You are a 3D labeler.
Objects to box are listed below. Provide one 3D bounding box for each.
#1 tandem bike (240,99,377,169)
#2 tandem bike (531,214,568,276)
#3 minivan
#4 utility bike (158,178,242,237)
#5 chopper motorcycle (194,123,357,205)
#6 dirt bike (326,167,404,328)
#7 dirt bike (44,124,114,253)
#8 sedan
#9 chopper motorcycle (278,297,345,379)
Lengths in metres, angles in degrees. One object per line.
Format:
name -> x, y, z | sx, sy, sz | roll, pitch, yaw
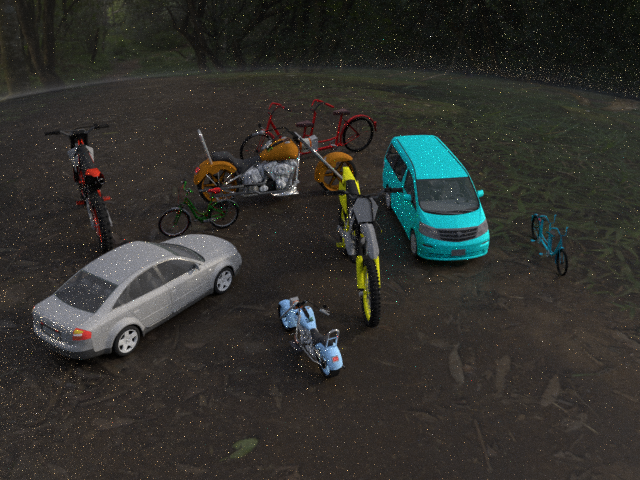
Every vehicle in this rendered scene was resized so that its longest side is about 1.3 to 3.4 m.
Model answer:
tandem bike -> -0.188, -2.292, 14.598 | 3.192, 1.326, 0.550 | -13, 30, -24
tandem bike -> 3.590, -0.063, 10.947 | 0.283, 0.682, 1.642 | -1, 27, -2
minivan -> 1.887, -0.765, 11.753 | 1.324, 1.197, 3.011 | -4, 27, -7
utility bike -> -1.965, -0.520, 11.551 | 1.435, 0.946, 0.535 | -11, 29, -21
chopper motorcycle -> -0.786, -1.417, 12.719 | 3.040, 1.480, 0.906 | -8, 28, -16
dirt bike -> 0.555, -0.082, 9.903 | 1.024, 1.666, 2.903 | -3, 27, -6
dirt bike -> -3.882, -0.994, 11.687 | 1.024, 1.666, 2.903 | -12, 29, -22
sedan -> -2.349, 0.539, 9.486 | 1.235, 0.940, 3.137 | 18, 32, 31
chopper motorcycle -> -0.155, 1.070, 8.646 | 0.466, 0.761, 1.563 | -13, 30, -24
